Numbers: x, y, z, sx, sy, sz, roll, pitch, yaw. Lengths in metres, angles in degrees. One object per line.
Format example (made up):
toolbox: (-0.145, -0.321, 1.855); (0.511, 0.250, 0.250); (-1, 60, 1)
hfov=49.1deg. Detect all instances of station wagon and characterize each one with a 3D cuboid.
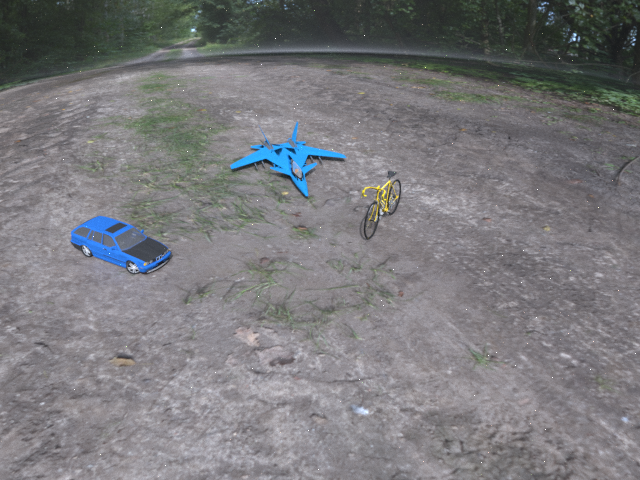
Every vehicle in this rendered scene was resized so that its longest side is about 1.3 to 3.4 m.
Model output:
station wagon: (-2.952, 0.032, 10.335); (1.597, 0.473, 0.682); (17, 33, 28)

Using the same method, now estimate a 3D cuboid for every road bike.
road bike: (1.015, -0.617, 11.131); (0.358, 0.852, 1.545); (13, 31, 23)

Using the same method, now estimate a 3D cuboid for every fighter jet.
fighter jet: (-0.539, -1.517, 13.087); (2.229, 0.557, 2.640); (-7, 29, -12)
